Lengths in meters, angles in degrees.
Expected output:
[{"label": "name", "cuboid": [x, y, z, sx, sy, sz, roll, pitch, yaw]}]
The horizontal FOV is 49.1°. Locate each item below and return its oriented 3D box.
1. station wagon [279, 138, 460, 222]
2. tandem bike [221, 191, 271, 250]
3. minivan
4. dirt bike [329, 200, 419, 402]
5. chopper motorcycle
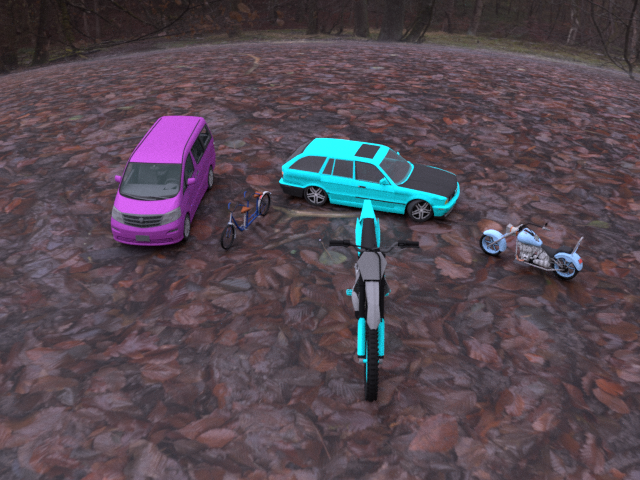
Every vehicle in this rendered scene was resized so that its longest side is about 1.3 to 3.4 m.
[{"label": "station wagon", "cuboid": [0.885, -1.133, 12.233, 3.105, 0.920, 1.327, 10, 32, 16]}, {"label": "tandem bike", "cuboid": [-1.178, -0.450, 11.315, 0.283, 0.682, 1.642, 13, 33, 21]}, {"label": "minivan", "cuboid": [-2.598, -1.058, 11.834, 1.324, 1.197, 3.011, 2, 31, 4]}, {"label": "dirt bike", "cuboid": [0.622, 0.558, 8.649, 1.024, 1.666, 2.903, 1, 31, 1]}, {"label": "chopper motorcycle", "cuboid": [3.119, 0.072, 10.357, 1.563, 0.761, 0.466, 22, 37, 32]}]
